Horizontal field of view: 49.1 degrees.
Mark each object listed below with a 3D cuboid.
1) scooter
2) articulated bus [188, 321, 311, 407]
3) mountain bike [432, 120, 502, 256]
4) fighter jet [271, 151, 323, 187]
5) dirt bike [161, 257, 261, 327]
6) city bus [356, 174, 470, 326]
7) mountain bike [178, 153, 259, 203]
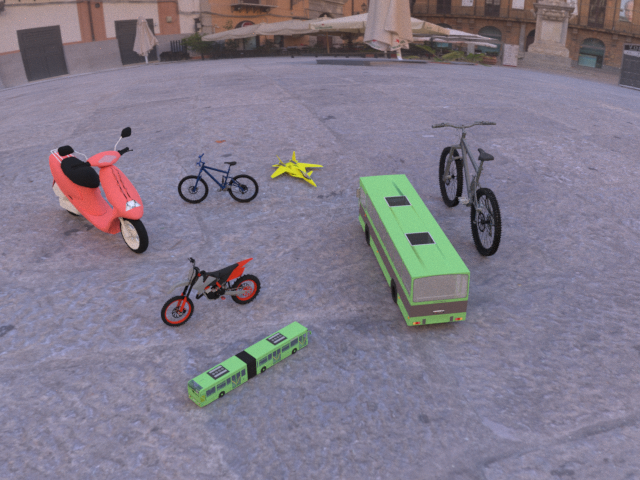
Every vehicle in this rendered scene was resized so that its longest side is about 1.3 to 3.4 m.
[{"bbox_3d":[-3.715,-0.932,11.505,2.721,1.786,1.288,24,37,37],"label":"scooter"},{"bbox_3d":[-0.842,1.506,8.660,1.749,0.289,0.311,-26,38,-38],"label":"articulated bus"},{"bbox_3d":[2.485,-0.972,11.679,1.114,1.688,2.857,-4,29,-7],"label":"mountain bike"},{"bbox_3d":[-0.399,-1.382,13.858,1.147,0.286,1.358,-15,32,-25],"label":"fighter jet"},{"bbox_3d":[-1.485,0.665,9.588,1.493,0.857,0.527,-17,33,-28],"label":"dirt bike"},{"bbox_3d":[1.310,0.070,10.621,0.926,0.894,3.255,-5,29,-8],"label":"city bus"},{"bbox_3d":[-1.854,-1.066,12.691,1.469,0.868,0.573,-1,29,-2],"label":"mountain bike"}]
